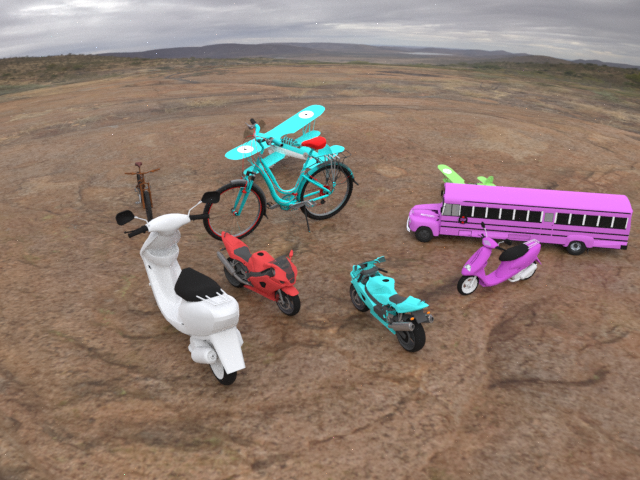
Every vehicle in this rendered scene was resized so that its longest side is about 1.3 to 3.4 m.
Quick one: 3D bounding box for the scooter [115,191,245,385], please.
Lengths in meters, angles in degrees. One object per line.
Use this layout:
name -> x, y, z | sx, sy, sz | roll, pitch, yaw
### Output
scooter -> -1.608, 0.461, 8.371 | 1.288, 1.786, 2.721 | -16, 31, -28

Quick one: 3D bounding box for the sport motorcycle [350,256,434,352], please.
sport motorcycle -> 0.832, 0.783, 8.796 | 0.506, 0.821, 1.520 | -16, 32, -28

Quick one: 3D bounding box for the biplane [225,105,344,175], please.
biplane -> -0.587, -1.773, 13.531 | 2.120, 0.981, 2.598 | 22, 34, 35

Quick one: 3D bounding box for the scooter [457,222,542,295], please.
scooter -> 2.521, 0.251, 9.714 | 1.399, 0.919, 0.662 | -12, 30, -21

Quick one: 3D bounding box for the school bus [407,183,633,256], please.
school bus -> 3.048, -0.363, 10.972 | 3.322, 0.844, 0.709 | 5, 28, 9

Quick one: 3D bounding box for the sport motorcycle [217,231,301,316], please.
sport motorcycle -> -0.813, 0.446, 9.444 | 1.520, 0.821, 0.506 | 24, 36, 38

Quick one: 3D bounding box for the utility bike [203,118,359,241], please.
utility bike -> -0.516, -0.936, 10.996 | 2.791, 1.839, 1.039 | -15, 31, -26

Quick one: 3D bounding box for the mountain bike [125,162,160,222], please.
mountain bike -> -3.009, -0.869, 11.917 | 0.573, 0.868, 1.469 | -10, 29, -18

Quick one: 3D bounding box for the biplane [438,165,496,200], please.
biplane -> 2.637, -0.906, 12.382 | 1.090, 0.504, 1.336 | -13, 30, -24
